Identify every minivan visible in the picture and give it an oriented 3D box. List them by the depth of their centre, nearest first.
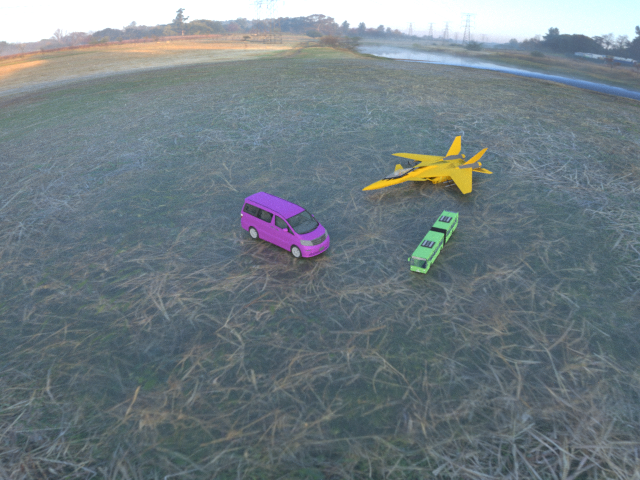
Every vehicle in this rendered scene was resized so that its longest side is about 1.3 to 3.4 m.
[{"bbox_3d":[-0.554,-0.250,11.067,1.548,0.616,0.681,23,36,36],"label":"minivan"}]

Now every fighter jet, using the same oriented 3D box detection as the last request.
[{"bbox_3d":[1.904,-1.370,13.213,2.640,0.557,2.229,-15,32,-26],"label":"fighter jet"}]

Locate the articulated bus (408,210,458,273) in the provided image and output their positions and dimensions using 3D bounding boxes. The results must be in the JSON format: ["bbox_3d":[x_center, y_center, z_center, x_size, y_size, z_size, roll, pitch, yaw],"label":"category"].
[{"bbox_3d":[1.805,0.000,10.947,0.311,0.289,1.749,13,31,22],"label":"articulated bus"}]
